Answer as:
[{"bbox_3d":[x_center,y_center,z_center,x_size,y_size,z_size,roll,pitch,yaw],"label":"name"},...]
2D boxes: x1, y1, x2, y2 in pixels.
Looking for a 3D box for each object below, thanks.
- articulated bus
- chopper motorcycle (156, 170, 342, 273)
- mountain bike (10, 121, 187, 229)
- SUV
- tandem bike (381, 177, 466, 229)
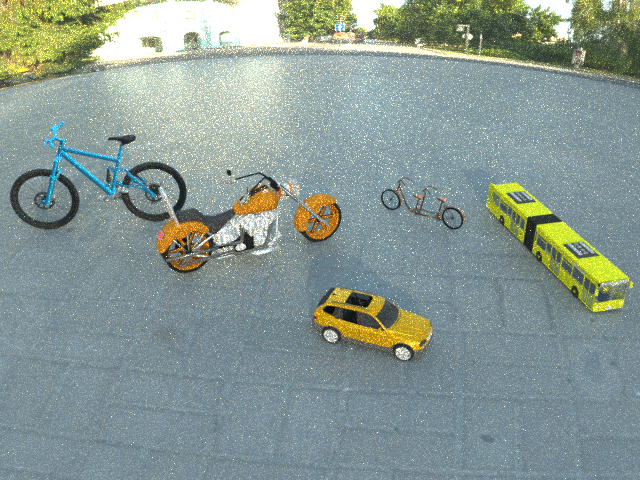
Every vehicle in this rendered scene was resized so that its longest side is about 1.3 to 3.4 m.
[{"bbox_3d":[3.591,-0.016,10.974,0.605,0.561,3.401,-7,30,-12],"label":"articulated bus"},{"bbox_3d":[-1.027,-0.398,10.718,3.040,1.480,0.906,-15,33,-25],"label":"chopper motorcycle"},{"bbox_3d":[-3.684,-1.006,11.590,2.857,1.688,1.114,-5,30,-8],"label":"mountain bike"},{"bbox_3d":[0.677,1.042,9.066,1.572,0.580,0.656,11,31,19],"label":"SUV"},{"bbox_3d":[1.751,-0.654,11.991,1.642,0.682,0.283,20,35,31],"label":"tandem bike"}]
